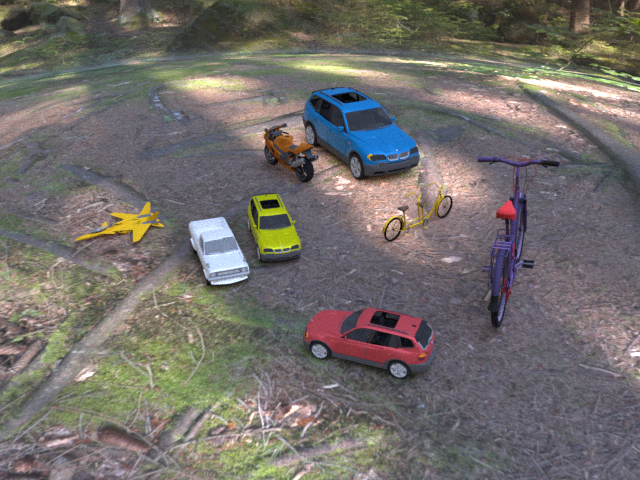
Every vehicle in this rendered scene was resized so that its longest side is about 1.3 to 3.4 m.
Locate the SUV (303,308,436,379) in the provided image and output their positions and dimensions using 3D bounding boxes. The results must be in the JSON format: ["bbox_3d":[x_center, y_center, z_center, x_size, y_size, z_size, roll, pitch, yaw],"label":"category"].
[{"bbox_3d":[0.580,1.121,8.276,1.572,0.580,0.656,11,31,19],"label":"SUV"}]

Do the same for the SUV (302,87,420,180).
[{"bbox_3d":[0.733,-2.177,13.718,1.276,1.128,3.058,-14,32,-24],"label":"SUV"}]

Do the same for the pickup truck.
[{"bbox_3d":[-1.501,0.093,10.223,0.640,0.511,1.603,-10,30,-17],"label":"pickup truck"}]

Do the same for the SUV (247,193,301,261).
[{"bbox_3d":[-0.728,-0.224,10.728,0.656,0.580,1.572,-7,29,-12],"label":"SUV"}]

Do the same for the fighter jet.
[{"bbox_3d":[-3.220,-0.244,11.070,1.358,0.286,1.147,-17,33,-29],"label":"fighter jet"}]

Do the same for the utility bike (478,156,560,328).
[{"bbox_3d":[2.451,-0.131,9.249,1.039,1.839,2.791,11,31,19],"label":"utility bike"}]

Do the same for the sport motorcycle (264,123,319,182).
[{"bbox_3d":[-0.593,-1.635,13.049,0.506,0.821,1.520,-21,35,-33],"label":"sport motorcycle"}]

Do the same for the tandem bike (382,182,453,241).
[{"bbox_3d":[1.572,-0.473,11.075,1.642,0.682,0.283,-23,36,-35],"label":"tandem bike"}]
